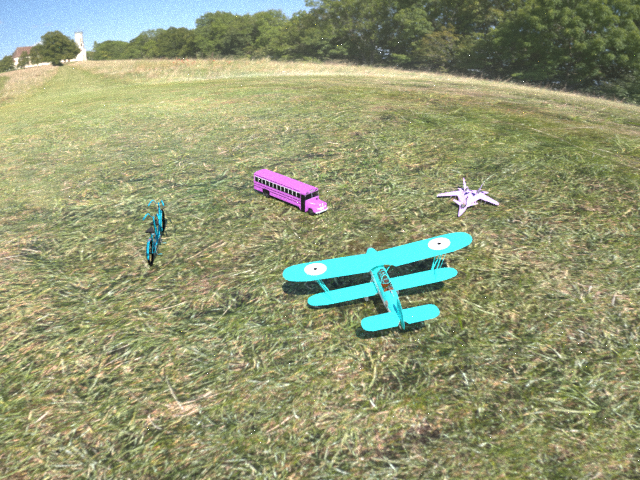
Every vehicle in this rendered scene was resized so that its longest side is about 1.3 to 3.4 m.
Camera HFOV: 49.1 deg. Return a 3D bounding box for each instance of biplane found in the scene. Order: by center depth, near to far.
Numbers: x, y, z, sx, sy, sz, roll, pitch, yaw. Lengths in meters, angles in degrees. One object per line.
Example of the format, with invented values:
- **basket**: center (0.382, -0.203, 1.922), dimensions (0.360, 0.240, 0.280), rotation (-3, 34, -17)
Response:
- **biplane**: center (0.829, 0.609, 9.369), dimensions (2.598, 0.981, 2.120), rotation (-4, 26, -7)

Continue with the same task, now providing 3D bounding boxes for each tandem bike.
- **tandem bike**: center (-2.663, -0.181, 11.316), dimensions (0.283, 0.682, 1.642), rotation (-1, 26, -3)

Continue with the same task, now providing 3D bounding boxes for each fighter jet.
- **fighter jet**: center (2.722, -0.776, 12.975), dimensions (1.147, 0.286, 1.358), rotation (10, 28, 20)

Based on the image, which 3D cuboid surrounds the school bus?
- **school bus**: center (-0.554, -0.899, 13.058), dimensions (1.708, 0.434, 0.365), rotation (23, 35, 39)
